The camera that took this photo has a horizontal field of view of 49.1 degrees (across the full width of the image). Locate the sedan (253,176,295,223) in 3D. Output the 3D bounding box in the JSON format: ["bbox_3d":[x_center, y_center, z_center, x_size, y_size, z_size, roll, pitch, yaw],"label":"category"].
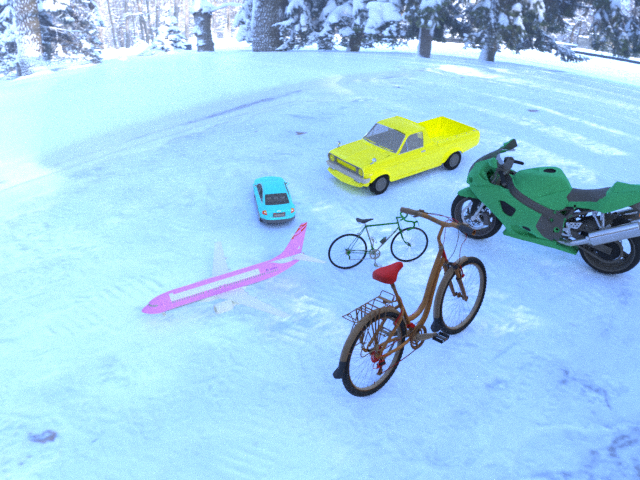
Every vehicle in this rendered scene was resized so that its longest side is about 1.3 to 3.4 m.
[{"bbox_3d":[-0.809,-0.779,12.078,0.635,0.483,1.613,-5,30,-9],"label":"sedan"}]

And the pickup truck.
[{"bbox_3d":[1.634,-1.801,13.375,3.117,0.993,1.244,-20,35,-31],"label":"pickup truck"}]

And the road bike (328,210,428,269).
[{"bbox_3d":[0.871,0.009,10.301,1.545,0.852,0.358,-6,30,-11],"label":"road bike"}]

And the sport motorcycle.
[{"bbox_3d":[3.381,-0.473,10.398,2.955,1.596,0.983,16,33,26],"label":"sport motorcycle"}]

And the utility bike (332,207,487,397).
[{"bbox_3d":[1.087,0.626,8.197,2.791,1.839,1.039,-25,38,-37],"label":"utility bike"}]

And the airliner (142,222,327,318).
[{"bbox_3d":[-1.236,0.413,9.600,2.541,0.835,2.257,-16,33,-26],"label":"airliner"}]
